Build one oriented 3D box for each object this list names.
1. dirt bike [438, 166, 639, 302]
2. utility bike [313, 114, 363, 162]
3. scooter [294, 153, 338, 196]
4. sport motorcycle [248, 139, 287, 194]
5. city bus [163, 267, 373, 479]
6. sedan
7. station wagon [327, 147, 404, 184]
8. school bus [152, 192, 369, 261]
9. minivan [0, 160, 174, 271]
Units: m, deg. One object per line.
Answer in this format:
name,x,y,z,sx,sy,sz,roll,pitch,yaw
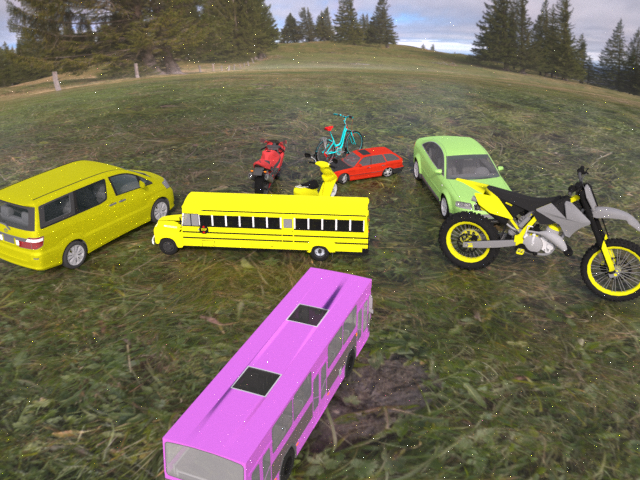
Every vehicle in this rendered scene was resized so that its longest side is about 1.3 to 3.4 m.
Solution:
dirt bike,3.039,-0.131,9.511,2.903,1.666,1.024,13,29,24
utility bike,0.348,-2.064,14.208,1.435,0.946,0.535,-24,35,-39
scooter,-0.063,-0.960,12.018,0.662,0.919,1.399,15,30,28
sport motorcycle,-0.945,-1.335,12.882,0.506,0.821,1.520,5,27,10
city bus,-0.351,1.448,7.204,0.926,0.894,3.255,10,28,20
sedan,2.525,-1.235,12.548,1.235,0.940,3.137,-3,27,-7
station wagon,0.811,-1.477,13.559,1.597,0.473,0.682,-11,28,-20
school bus,-0.906,-0.240,10.653,3.322,0.844,0.709,2,27,4
minivan,-3.612,-0.576,10.933,1.324,1.197,3.011,15,30,27
